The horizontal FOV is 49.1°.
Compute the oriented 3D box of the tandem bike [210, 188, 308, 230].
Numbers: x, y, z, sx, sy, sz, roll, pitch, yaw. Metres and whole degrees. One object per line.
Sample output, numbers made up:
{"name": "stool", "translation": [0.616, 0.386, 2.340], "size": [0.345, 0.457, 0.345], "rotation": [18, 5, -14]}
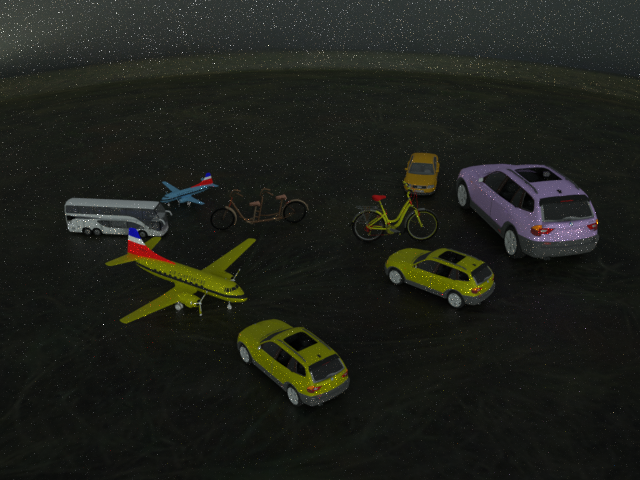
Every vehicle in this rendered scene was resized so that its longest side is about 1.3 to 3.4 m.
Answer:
{"name": "tandem bike", "translation": [-0.991, -0.530, 11.525], "size": [1.642, 0.682, 0.283], "rotation": [-6, 27, -12]}

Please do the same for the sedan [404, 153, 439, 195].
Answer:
{"name": "sedan", "translation": [1.945, -1.317, 13.323], "size": [0.635, 0.483, 1.613], "rotation": [5, 27, 10]}

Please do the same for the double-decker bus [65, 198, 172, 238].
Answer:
{"name": "double-decker bus", "translation": [-3.266, -0.363, 11.347], "size": [1.672, 0.541, 0.389], "rotation": [3, 27, 5]}

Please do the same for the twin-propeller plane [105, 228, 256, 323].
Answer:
{"name": "twin-propeller plane", "translation": [-1.859, 0.393, 9.552], "size": [2.129, 0.792, 2.663], "rotation": [15, 30, 28]}

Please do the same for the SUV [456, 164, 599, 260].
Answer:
{"name": "SUV", "translation": [3.280, -0.691, 11.346], "size": [1.276, 1.128, 3.058], "rotation": [-6, 27, -11]}

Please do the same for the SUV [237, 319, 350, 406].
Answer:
{"name": "SUV", "translation": [-0.333, 1.296, 7.982], "size": [0.656, 0.580, 1.572], "rotation": [-19, 32, -34]}

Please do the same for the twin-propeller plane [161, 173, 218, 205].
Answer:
{"name": "twin-propeller plane", "translation": [-2.388, -0.906, 12.584], "size": [1.095, 0.407, 1.370], "rotation": [-21, 33, -36]}

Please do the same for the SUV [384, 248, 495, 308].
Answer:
{"name": "SUV", "translation": [1.651, 0.420, 9.736], "size": [1.572, 0.580, 0.656], "rotation": [21, 33, 36]}

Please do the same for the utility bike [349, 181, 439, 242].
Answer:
{"name": "utility bike", "translation": [1.165, -0.430, 11.028], "size": [1.435, 0.946, 0.535], "rotation": [-1, 27, -2]}
